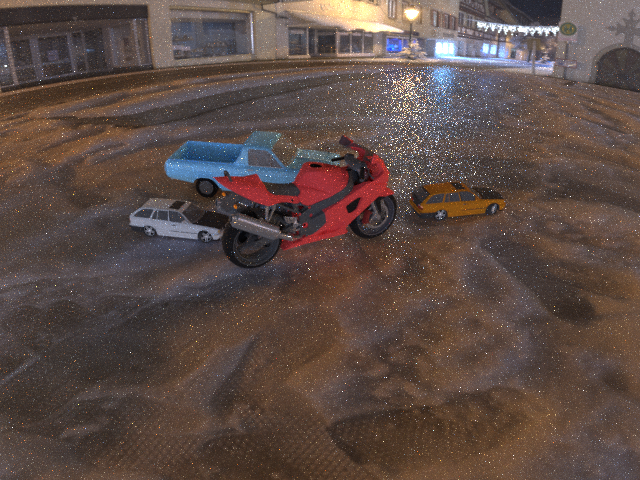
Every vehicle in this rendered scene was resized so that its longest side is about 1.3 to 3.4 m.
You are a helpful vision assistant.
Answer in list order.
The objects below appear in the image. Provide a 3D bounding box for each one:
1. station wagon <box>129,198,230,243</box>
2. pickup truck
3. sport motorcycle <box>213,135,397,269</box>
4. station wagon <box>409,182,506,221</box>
[{"bbox_3d":[-2.219,-0.345,11.162,1.597,0.473,0.682,6,28,12],"label":"station wagon"},{"bbox_3d":[-1.162,-1.383,12.586,3.117,0.993,1.244,5,28,10],"label":"pickup truck"},{"bbox_3d":[-0.115,-0.530,10.304,2.955,1.596,0.983,-13,30,-24],"label":"sport motorcycle"},{"bbox_3d":[2.344,-0.708,11.856,1.597,0.473,0.682,-6,28,-11],"label":"station wagon"}]
